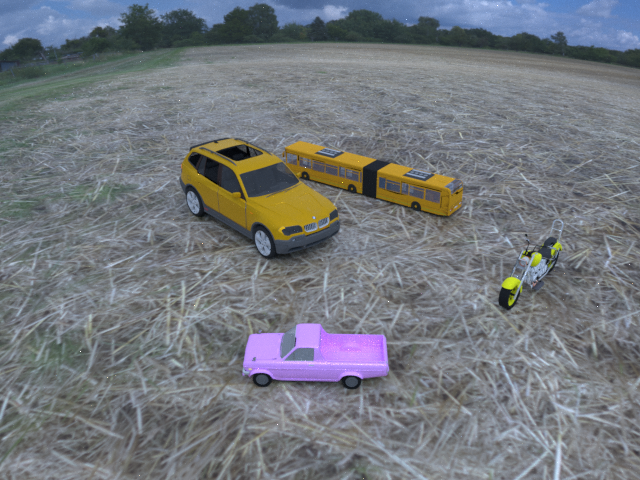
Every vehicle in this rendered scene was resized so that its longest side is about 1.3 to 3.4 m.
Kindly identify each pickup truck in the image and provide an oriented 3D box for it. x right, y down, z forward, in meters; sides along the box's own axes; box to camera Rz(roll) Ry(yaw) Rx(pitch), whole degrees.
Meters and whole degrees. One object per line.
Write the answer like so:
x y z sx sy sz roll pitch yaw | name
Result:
-0.046 1.232 7.659 1.603 0.511 0.640 1 27 2 | pickup truck

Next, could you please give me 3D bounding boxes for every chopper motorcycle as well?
2.789 0.305 9.194 0.466 0.761 1.563 21 34 35 | chopper motorcycle

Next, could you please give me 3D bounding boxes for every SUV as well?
-1.011 -0.760 10.869 1.276 1.128 3.058 -21 34 -36 | SUV

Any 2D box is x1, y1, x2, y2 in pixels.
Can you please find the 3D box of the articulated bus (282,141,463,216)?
0.826 -1.109 12.172 3.401 0.561 0.605 18 32 31 | articulated bus
